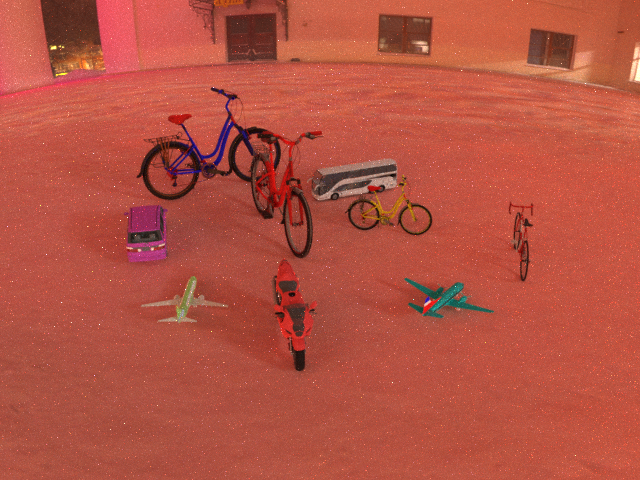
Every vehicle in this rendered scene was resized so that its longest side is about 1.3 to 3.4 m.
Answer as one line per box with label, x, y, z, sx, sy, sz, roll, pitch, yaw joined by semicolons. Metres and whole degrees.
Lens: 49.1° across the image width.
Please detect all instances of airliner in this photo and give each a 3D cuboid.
airliner;-1.808;0.728;9.436;1.161;0.429;1.307;0;28;0

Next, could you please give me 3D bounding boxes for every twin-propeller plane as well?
twin-propeller plane;1.669;0.750;9.418;1.370;0.407;1.095;21;34;34

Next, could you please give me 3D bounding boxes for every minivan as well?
minivan;-2.728;-0.206;11.010;0.681;0.616;1.548;-6;28;-10

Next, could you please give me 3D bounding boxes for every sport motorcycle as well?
sport motorcycle;-0.346;0.913;8.664;0.506;0.821;1.520;-4;28;-8

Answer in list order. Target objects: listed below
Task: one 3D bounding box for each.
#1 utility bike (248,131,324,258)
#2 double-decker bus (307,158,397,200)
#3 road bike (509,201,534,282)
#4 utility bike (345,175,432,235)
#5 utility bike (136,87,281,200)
utility bike;-0.585;-0.980;11.167;1.039;1.839;2.791;-11;30;-20
double-decker bus;0.610;-1.102;12.792;1.672;0.541;0.389;-11;30;-19
road bike;3.006;-0.031;10.425;0.358;0.852;1.545;4;28;7
utility bike;1.120;-0.578;11.362;1.435;0.946;0.535;6;28;11
utility bike;-2.026;-1.785;12.696;2.791;1.839;1.039;-14;31;-25
